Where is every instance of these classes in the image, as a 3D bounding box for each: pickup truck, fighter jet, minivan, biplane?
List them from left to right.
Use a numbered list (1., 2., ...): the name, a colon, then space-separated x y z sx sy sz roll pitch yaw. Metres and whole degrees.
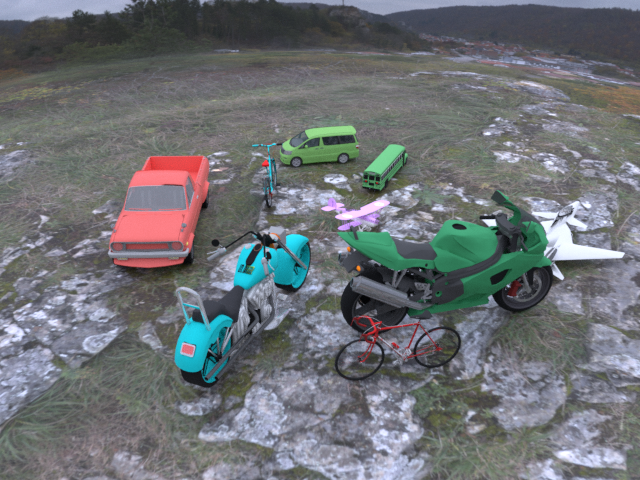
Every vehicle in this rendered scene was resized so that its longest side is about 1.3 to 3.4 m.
1. pickup truck: -2.499 -0.639 11.222 1.244 0.993 3.117 -1 29 -1
2. minivan: -0.023 -1.863 13.794 1.548 0.616 0.681 -6 30 -10
3. biplane: 0.566 -0.408 11.310 1.090 0.504 1.336 21 36 33
4. fighter jet: 3.707 -0.281 11.029 2.229 0.557 2.640 19 34 30

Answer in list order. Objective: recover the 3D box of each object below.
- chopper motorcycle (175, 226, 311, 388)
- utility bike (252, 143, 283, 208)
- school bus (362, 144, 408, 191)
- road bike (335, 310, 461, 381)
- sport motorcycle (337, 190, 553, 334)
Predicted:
1. chopper motorcycle: -0.832 0.529 8.638 0.906 1.480 3.040 12 31 20
2. utility bike: -0.924 -1.190 12.254 0.535 0.946 1.435 1 29 2
3. school bus: 1.257 -1.393 13.140 0.365 0.434 1.708 12 31 21
4. road bike: 0.919 1.207 8.070 1.545 0.852 0.358 -7 30 -12
5. sport motorcycle: 1.639 0.361 8.819 2.955 1.596 0.983 -7 30 -12
